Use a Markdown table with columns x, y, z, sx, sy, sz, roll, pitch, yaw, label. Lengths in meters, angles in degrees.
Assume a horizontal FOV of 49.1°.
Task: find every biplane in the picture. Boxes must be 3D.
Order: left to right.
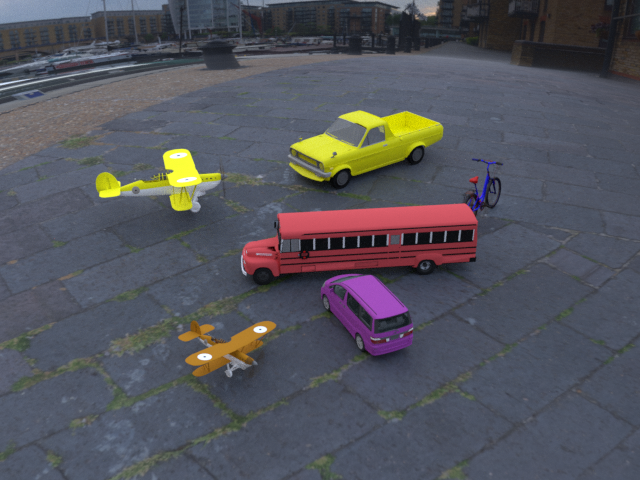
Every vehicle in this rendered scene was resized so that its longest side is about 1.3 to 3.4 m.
| x | y | z | sx | sy | sz | roll | pitch | yaw | label |
| --- | --- | --- | --- | --- | --- | --- | --- | --- | --- |
| -2.583 | -0.925 | 11.561 | 2.120 | 0.981 | 2.598 | -7 | 30 | -13 | biplane |
| -1.112 | 1.235 | 8.104 | 1.090 | 0.504 | 1.336 | 21 | 35 | 33 | biplane |

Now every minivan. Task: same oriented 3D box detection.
| x | y | z | sx | sy | sz | roll | pitch | yaw | label |
| --- | --- | --- | --- | --- | --- | --- | --- | --- | --- |
| 0.551 | 0.809 | 8.767 | 0.681 | 0.616 | 1.548 | -13 | 31 | -22 | minivan |

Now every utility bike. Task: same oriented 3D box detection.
| x | y | z | sx | sy | sz | roll | pitch | yaw | label |
| --- | --- | --- | --- | --- | --- | --- | --- | --- | --- |
| 2.597 | -0.819 | 11.402 | 0.535 | 0.946 | 1.435 | 21 | 35 | 33 | utility bike |

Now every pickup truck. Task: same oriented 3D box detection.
| x | y | z | sx | sy | sz | roll | pitch | yaw | label |
| --- | --- | --- | --- | --- | --- | --- | --- | --- | --- |
| 0.917 | -1.897 | 13.327 | 3.117 | 0.993 | 1.244 | -21 | 35 | -33 | pickup truck |

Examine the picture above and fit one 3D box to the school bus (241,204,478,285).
| x | y | z | sx | sy | sz | roll | pitch | yaw | label |
| --- | --- | --- | --- | --- | --- | --- | --- | --- | --- |
| 0.536 | 0.028 | 9.958 | 3.322 | 0.844 | 0.709 | -3 | 29 | -6 | school bus |
